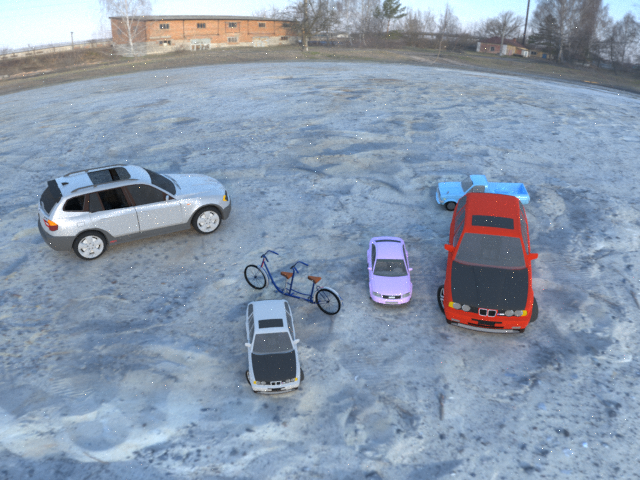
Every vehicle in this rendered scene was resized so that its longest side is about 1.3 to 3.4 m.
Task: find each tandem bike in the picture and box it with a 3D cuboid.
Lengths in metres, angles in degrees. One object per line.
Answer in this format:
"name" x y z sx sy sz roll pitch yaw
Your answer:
"tandem bike" -0.393 0.564 9.627 1.642 0.682 0.283 16 32 27

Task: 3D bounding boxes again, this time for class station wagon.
"station wagon" 2.441 0.168 10.109 1.327 0.920 3.105 6 29 11
"station wagon" -0.595 1.235 8.599 0.682 0.473 1.597 -3 28 -6

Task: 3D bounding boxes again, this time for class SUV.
"SUV" -2.981 -0.619 11.353 3.058 1.128 1.276 -14 31 -24

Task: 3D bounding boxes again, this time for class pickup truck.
"pickup truck" 2.882 -0.855 12.442 1.603 0.511 0.640 2 28 3

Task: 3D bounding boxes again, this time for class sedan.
"sedan" 1.003 0.388 10.162 0.635 0.483 1.613 1 28 2
